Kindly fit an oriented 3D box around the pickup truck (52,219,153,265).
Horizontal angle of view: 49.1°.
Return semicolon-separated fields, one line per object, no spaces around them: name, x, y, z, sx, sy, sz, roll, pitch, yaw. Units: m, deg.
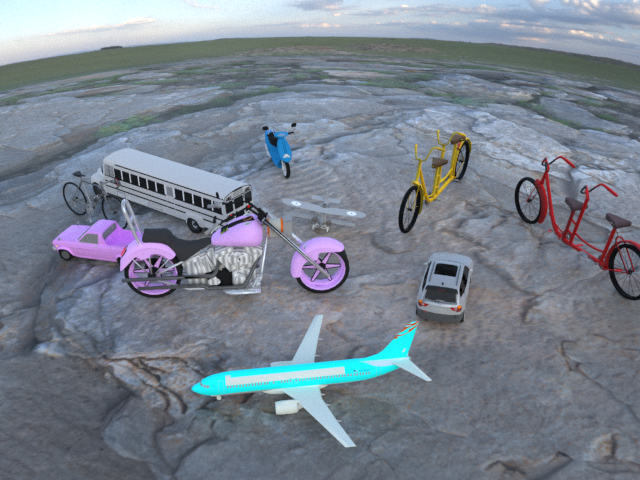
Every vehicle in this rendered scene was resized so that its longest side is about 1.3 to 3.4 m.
pickup truck;-3.153;0.013;10.421;1.603;0.511;0.640;7;29;12

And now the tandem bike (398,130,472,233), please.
tandem bike;2.022;-1.213;11.826;0.550;1.326;3.192;15;32;26

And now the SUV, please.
SUV;1.690;0.543;9.372;0.656;0.580;1.572;8;29;14

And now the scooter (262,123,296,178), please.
scooter;-0.804;-1.814;13.360;0.662;0.919;1.399;-10;30;-17

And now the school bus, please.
school bus;-2.585;-0.863;11.686;3.322;0.844;0.709;18;33;30

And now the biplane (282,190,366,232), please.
biplane;0.079;-0.458;11.296;1.336;0.504;1.090;3;29;5

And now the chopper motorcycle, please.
chopper motorcycle;-1.121;0.090;9.264;3.040;1.480;0.906;-3;29;-5

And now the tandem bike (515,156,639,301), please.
tandem bike;3.771;-0.325;10.190;0.550;1.326;3.192;-9;30;-17

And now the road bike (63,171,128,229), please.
road bike;-3.666;-0.669;11.321;1.545;0.852;0.358;17;33;29

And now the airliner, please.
airliner;-0.140;1.330;7.656;2.541;0.835;2.257;-4;29;-7
